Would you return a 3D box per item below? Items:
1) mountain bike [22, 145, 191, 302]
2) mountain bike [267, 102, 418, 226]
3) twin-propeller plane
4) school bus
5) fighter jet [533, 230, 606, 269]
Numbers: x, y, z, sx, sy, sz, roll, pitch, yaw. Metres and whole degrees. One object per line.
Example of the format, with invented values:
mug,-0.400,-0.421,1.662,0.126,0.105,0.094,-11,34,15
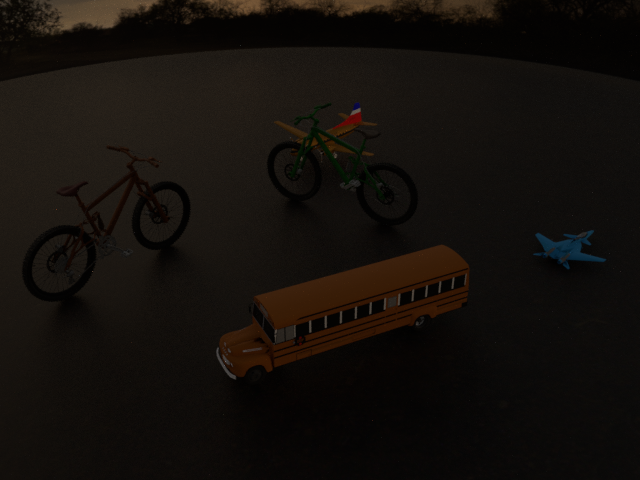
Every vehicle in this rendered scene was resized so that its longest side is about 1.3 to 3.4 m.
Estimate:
mountain bike,-2.959,-0.282,9.939,1.114,1.688,2.857,22,36,33
mountain bike,0.318,-1.226,11.582,2.857,1.688,1.114,16,34,26
twin-propeller plane,0.158,-2.176,14.138,2.663,0.792,2.129,25,38,36
school bus,0.327,0.881,8.760,3.322,0.844,0.709,-14,33,-23
fighter jet,3.931,0.008,10.839,1.358,0.286,1.147,-26,39,-37
